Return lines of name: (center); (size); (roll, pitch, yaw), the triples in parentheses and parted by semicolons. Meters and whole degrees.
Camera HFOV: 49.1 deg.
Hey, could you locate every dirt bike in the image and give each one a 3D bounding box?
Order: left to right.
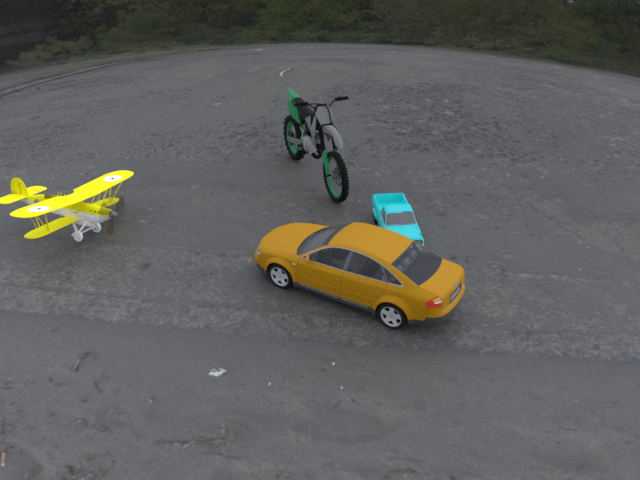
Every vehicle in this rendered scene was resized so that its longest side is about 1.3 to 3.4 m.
dirt bike: (-0.100, -1.887, 12.866); (1.024, 1.666, 2.903); (-12, 33, -20)

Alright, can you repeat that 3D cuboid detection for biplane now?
biplane: (-4.137, -0.584, 11.345); (2.120, 0.981, 2.598); (12, 33, 19)

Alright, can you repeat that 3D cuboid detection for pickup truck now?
pickup truck: (1.246, -0.347, 11.405); (0.640, 0.511, 1.603); (-3, 31, -5)

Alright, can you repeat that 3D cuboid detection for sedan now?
sedan: (0.491, 0.298, 9.900); (3.137, 0.940, 1.235); (17, 35, 27)
